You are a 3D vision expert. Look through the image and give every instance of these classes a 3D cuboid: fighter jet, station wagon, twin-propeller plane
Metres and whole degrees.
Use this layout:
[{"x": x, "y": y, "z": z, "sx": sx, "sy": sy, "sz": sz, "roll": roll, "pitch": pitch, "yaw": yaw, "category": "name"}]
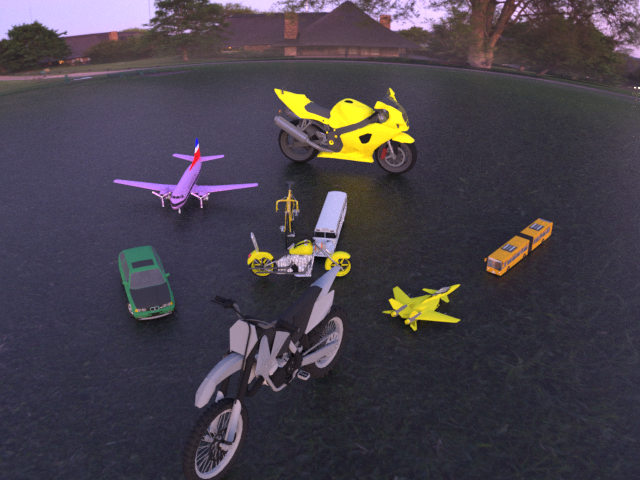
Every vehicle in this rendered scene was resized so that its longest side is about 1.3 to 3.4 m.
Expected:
[{"x": 1.555, "y": 0.797, "z": 9.830, "sx": 1.358, "sy": 0.286, "sz": 1.147, "roll": -24, "pitch": 37, "yaw": -36, "category": "fighter jet"}, {"x": -2.518, "y": 0.556, "z": 10.075, "sx": 0.682, "sy": 0.473, "sz": 1.597, "roll": -11, "pitch": 31, "yaw": -19, "category": "station wagon"}, {"x": -2.442, "y": -1.187, "z": 12.924, "sx": 2.663, "sy": 0.792, "sz": 2.129, "roll": 2, "pitch": 29, "yaw": 3, "category": "twin-propeller plane"}]

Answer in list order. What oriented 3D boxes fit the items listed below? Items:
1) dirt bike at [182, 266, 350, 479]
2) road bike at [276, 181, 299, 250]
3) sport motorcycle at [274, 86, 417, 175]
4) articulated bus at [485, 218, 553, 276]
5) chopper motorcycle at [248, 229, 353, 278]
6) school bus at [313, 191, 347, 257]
[{"x": -0.465, "y": 1.291, "z": 7.493, "sx": 1.024, "sy": 1.666, "sz": 2.903, "roll": 17, "pitch": 33, "yaw": 29, "category": "dirt bike"}, {"x": -0.511, "y": -0.477, "z": 11.566, "sx": 0.358, "sy": 0.852, "sz": 1.545, "roll": 1, "pitch": 29, "yaw": 1, "category": "road bike"}, {"x": 0.498, "y": -2.178, "z": 13.894, "sx": 2.955, "sy": 1.596, "sz": 0.983, "roll": 9, "pitch": 30, "yaw": 16, "category": "sport motorcycle"}, {"x": 3.185, "y": 0.090, "z": 11.117, "sx": 0.311, "sy": 0.289, "sz": 1.749, "roll": 23, "pitch": 36, "yaw": 35, "category": "articulated bus"}, {"x": -0.296, "y": 0.220, "z": 10.389, "sx": 1.563, "sy": 0.761, "sz": 0.466, "roll": -1, "pitch": 29, "yaw": -2, "category": "chopper motorcycle"}, {"x": 0.171, "y": -0.266, "z": 11.614, "sx": 0.365, "sy": 0.434, "sz": 1.708, "roll": 4, "pitch": 29, "yaw": 8, "category": "school bus"}]
